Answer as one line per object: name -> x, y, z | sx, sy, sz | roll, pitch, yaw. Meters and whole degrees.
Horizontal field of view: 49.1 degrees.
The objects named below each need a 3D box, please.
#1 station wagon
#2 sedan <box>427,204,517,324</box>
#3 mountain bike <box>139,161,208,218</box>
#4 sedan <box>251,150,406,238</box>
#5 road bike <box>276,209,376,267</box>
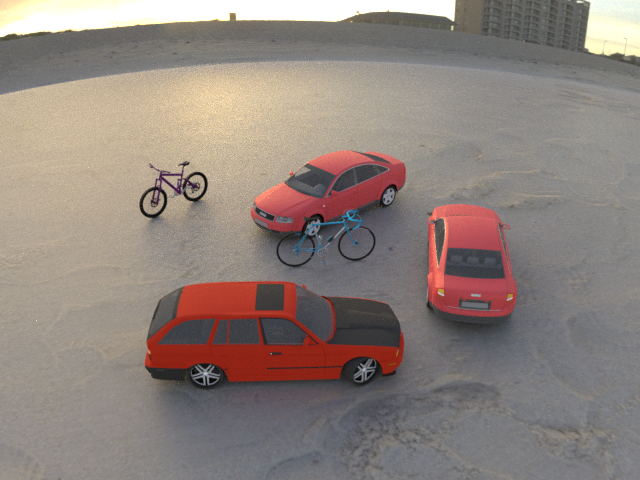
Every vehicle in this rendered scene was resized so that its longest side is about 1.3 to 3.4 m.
station wagon -> -0.523, 1.066, 8.523 | 3.105, 0.920, 1.327 | -1, 28, -2
sedan -> 2.178, 0.124, 10.257 | 1.235, 0.940, 3.137 | 4, 28, 7
mountain bike -> -2.572, -0.945, 12.327 | 0.573, 0.868, 1.469 | 23, 36, 36
sedan -> 0.196, -0.941, 12.242 | 3.137, 0.940, 1.235 | -23, 36, -36
road bike -> 0.100, -0.012, 10.604 | 1.545, 0.852, 0.358 | -5, 29, -10
